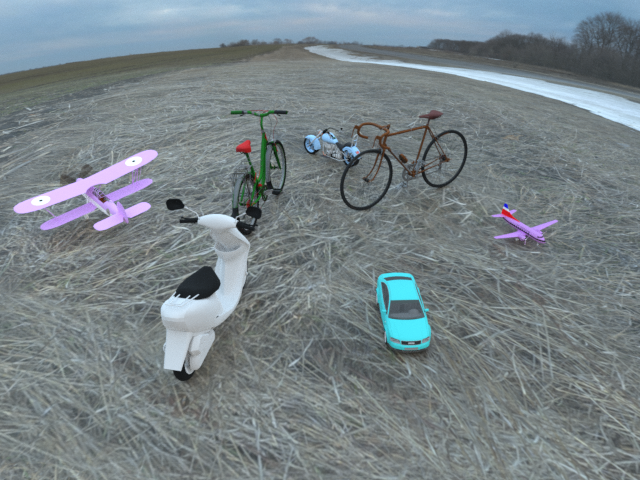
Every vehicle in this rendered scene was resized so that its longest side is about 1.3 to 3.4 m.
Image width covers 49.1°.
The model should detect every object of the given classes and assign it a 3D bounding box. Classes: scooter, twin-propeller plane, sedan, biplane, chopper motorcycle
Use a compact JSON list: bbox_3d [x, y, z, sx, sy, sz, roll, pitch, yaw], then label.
[{"bbox_3d":[-1.422,0.459,9.053,1.288,1.786,2.721,6,29,11],"label":"scooter"},{"bbox_3d":[3.421,-0.252,11.806,1.370,0.407,1.095,-14,31,-24],"label":"twin-propeller plane"},{"bbox_3d":[1.129,0.919,9.570,0.635,0.483,1.613,-1,29,-2],"label":"sedan"},{"bbox_3d":[-3.780,-0.669,11.974,2.598,0.981,2.120,-21,35,-34],"label":"biplane"},{"bbox_3d":[0.240,-2.026,14.702,1.563,0.761,0.466,26,38,38],"label":"chopper motorcycle"}]

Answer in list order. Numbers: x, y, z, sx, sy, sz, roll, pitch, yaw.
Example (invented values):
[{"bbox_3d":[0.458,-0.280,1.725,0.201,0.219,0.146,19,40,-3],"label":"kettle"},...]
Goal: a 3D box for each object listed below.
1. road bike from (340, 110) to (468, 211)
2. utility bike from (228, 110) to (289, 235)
[{"bbox_3d":[1.613,-1.526,12.843,3.004,1.656,0.697,-17,33,-29],"label":"road bike"},{"bbox_3d":[-1.146,-1.317,12.268,1.039,1.839,2.791,7,29,13],"label":"utility bike"}]
